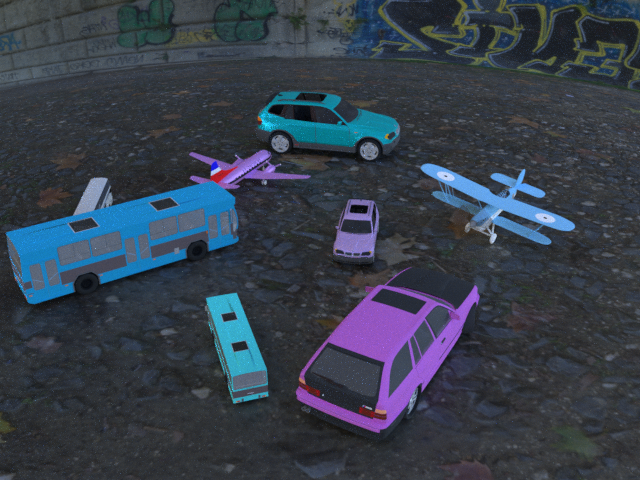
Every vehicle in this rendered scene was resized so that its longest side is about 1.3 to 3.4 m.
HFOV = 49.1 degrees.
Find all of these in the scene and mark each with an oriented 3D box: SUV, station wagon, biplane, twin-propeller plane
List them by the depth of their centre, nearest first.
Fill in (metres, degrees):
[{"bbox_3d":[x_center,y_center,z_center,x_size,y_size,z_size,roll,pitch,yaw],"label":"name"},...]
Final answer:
[{"bbox_3d":[0.963,1.080,8.500,1.327,0.920,3.105,16,32,27],"label":"station wagon"},{"bbox_3d":[0.594,-0.164,11.127,0.656,0.580,1.572,4,29,7],"label":"SUV"},{"bbox_3d":[2.955,-0.585,11.480,2.598,0.981,2.120,19,34,31],"label":"biplane"},{"bbox_3d":[-1.465,-1.404,13.174,2.663,0.792,2.129,13,31,23],"label":"twin-propeller plane"},{"bbox_3d":[0.167,-2.472,14.775,3.058,1.128,1.276,6,29,11],"label":"SUV"}]

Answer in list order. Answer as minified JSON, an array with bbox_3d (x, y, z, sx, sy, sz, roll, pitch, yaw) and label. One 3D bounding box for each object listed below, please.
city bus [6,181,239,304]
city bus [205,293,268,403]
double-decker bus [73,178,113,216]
[{"bbox_3d":[-2.848,0.008,10.486,3.255,0.894,0.926,-18,33,-29],"label":"city bus"},{"bbox_3d":[-1.036,1.299,8.579,0.476,0.460,1.674,-9,30,-16],"label":"city bus"},{"bbox_3d":[-3.811,-0.480,11.746,0.389,0.541,1.672,-2,29,-4],"label":"double-decker bus"}]
